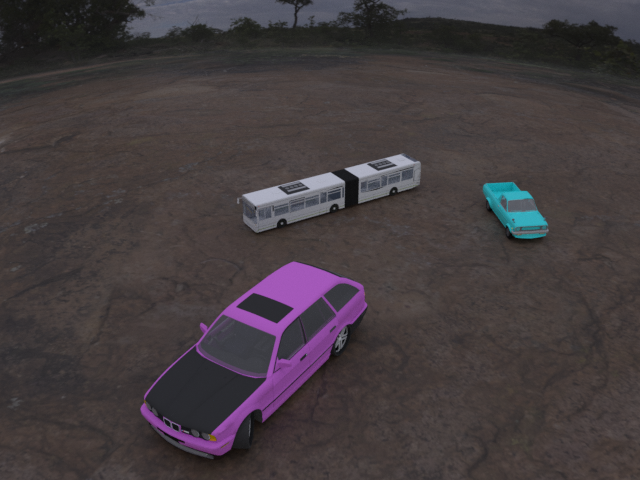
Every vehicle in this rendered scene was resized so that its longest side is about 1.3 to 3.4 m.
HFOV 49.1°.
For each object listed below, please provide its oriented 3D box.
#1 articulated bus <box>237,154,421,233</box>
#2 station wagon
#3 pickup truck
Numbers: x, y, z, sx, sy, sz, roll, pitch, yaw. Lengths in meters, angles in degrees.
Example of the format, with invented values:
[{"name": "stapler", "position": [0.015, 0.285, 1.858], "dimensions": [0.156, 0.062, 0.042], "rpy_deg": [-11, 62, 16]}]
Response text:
[{"name": "articulated bus", "position": [0.252, -0.845, 12.019], "dimensions": [3.401, 0.561, 0.605], "rpy_deg": [-17, 34, -28]}, {"name": "station wagon", "position": [-0.661, 1.179, 8.066], "dimensions": [1.327, 0.920, 3.105], "rpy_deg": [18, 34, 28]}, {"name": "pickup truck", "position": [3.205, -0.557, 11.558], "dimensions": [0.640, 0.511, 1.603], "rpy_deg": [-3, 30, -6]}]
